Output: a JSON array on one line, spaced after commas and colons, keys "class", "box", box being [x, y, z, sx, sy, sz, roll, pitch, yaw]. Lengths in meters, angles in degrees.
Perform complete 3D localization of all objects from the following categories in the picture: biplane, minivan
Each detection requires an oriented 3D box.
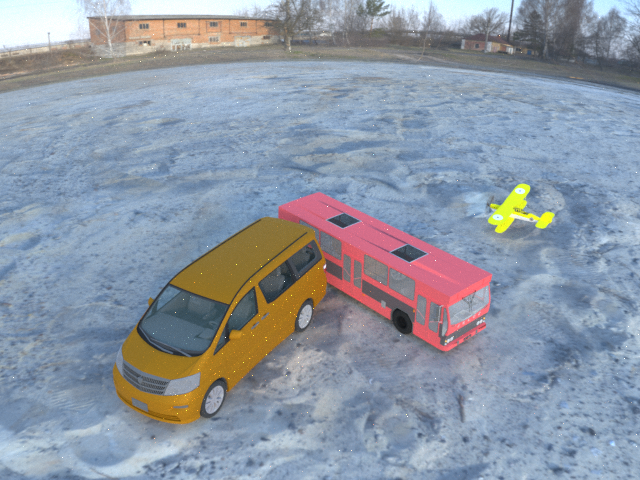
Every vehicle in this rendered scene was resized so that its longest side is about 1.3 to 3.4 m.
[{"class": "biplane", "box": [3.204, -0.417, 11.319, 1.090, 0.504, 1.336, 19, 33, 31]}, {"class": "minivan", "box": [-1.094, 0.827, 8.247, 1.324, 1.197, 3.011, 16, 32, 27]}]

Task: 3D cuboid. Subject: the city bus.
[{"class": "city bus", "box": [0.733, 0.348, 9.468, 0.926, 0.894, 3.255, -22, 35, -35]}]
